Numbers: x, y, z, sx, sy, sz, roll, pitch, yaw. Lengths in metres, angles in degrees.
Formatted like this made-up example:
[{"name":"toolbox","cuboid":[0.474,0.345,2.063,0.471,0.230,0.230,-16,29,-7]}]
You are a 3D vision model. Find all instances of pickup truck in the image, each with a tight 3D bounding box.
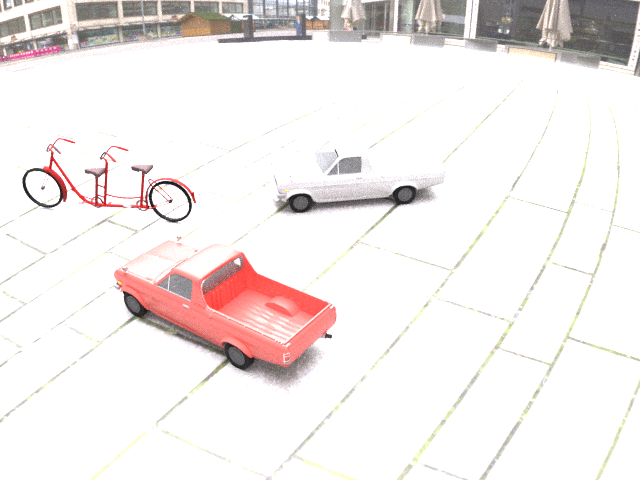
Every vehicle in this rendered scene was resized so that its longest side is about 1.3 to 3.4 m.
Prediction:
[{"name":"pickup truck","cuboid":[0.648,-1.279,12.569,3.117,0.993,1.244,-5,31,-9]},{"name":"pickup truck","cuboid":[-1.320,0.702,9.232,3.117,0.993,1.244,20,36,30]}]

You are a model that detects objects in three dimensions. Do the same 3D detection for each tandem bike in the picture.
[{"name":"tandem bike","cuboid":[-3.618,-0.999,11.772,3.192,1.326,0.550,6,31,10]}]
